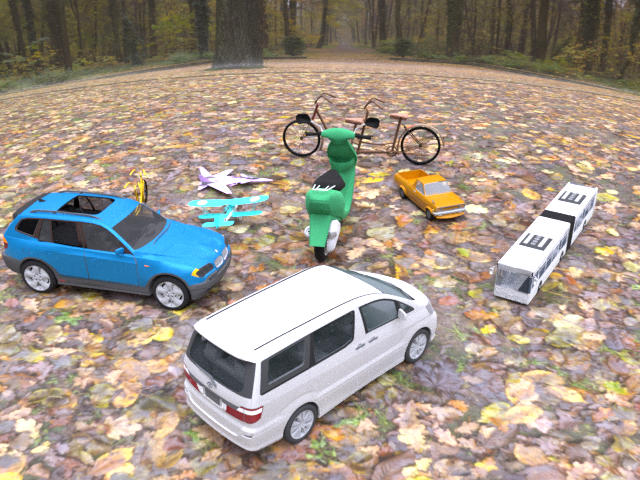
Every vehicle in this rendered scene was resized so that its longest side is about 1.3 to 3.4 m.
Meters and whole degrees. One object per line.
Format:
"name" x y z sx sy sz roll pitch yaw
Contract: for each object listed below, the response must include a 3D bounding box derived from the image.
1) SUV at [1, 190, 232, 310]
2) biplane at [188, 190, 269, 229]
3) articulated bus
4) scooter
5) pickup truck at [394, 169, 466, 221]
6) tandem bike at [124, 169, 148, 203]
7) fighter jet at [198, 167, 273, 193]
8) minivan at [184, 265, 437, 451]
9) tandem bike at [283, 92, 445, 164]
"SUV" -2.737 0.045 9.444 3.058 1.128 1.276 6 27 11
"biplane" -1.494 -0.426 11.068 1.336 0.504 1.090 5 27 10
"articulated bus" 3.381 -0.054 10.268 0.605 0.561 3.401 16 31 29
"scooter" 0.207 -0.932 10.648 1.288 1.786 2.721 5 27 9
"pickup truck" 1.842 -0.841 11.882 0.640 0.511 1.603 -9 28 -18
"tandem bike" -2.975 -0.683 11.380 0.283 0.682 1.642 -1 27 -3
"fighter jet" -1.532 -1.138 12.719 1.358 0.286 1.147 -2 27 -5
"minivan" 0.030 0.995 7.488 1.324 1.197 3.011 24 35 39
"tandem bike" 0.822 -2.156 13.581 3.192 1.326 0.550 5 27 9
